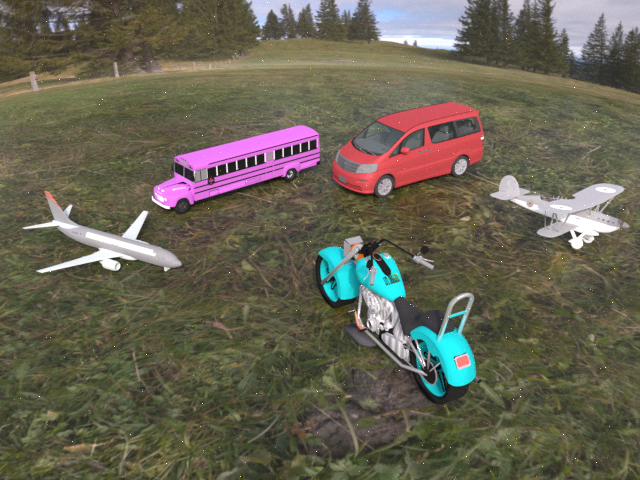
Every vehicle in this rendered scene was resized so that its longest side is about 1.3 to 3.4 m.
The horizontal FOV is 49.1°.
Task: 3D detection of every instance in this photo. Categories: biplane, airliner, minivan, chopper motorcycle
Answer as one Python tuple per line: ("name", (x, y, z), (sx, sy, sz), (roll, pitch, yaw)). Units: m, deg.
("biplane", (3.738, -0.490, 10.856), (2.120, 0.981, 2.598), (22, 34, 37))
("airliner", (-3.085, -0.123, 10.289), (2.541, 0.835, 2.257), (13, 29, 24))
("minivan", (1.658, -1.735, 13.088), (3.011, 1.197, 1.324), (-16, 31, -29))
("chopper motorcycle", (0.747, 0.629, 8.078), (0.906, 1.480, 3.040), (-13, 30, -24))

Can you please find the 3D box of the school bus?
("school bus", (-1.467, -1.319, 12.654), (3.322, 0.844, 0.709), (-21, 33, -35))
